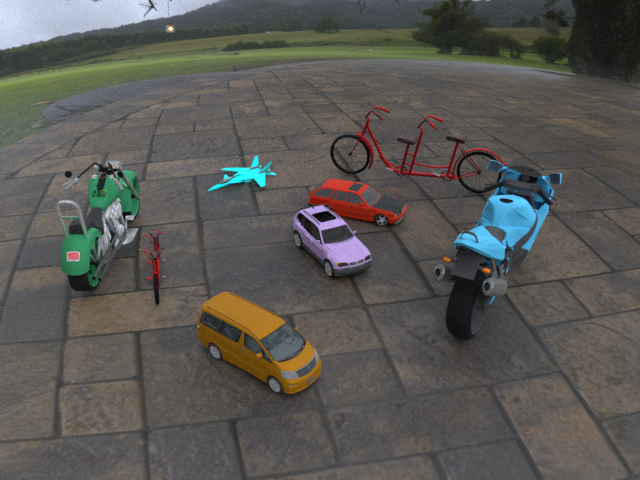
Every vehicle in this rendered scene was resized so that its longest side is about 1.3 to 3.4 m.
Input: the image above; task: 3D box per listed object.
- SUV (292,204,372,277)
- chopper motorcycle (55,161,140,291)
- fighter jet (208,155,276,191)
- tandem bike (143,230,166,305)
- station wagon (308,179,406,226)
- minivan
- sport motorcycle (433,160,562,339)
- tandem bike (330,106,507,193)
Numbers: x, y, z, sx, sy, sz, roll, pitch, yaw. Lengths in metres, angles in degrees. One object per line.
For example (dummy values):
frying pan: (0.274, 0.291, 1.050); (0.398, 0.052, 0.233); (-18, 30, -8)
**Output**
SUV: (0.146, -0.023, 10.183); (0.656, 0.580, 1.572); (-14, 31, -24)
chopper motorcycle: (-3.100, -0.478, 10.079); (0.906, 1.480, 3.040); (0, 28, 0)
fighter jet: (-1.482, -1.164, 12.605); (1.147, 0.286, 1.358); (25, 37, 38)
tandem bike: (-2.250, 0.238, 9.594); (0.283, 0.682, 1.642); (-5, 29, -10)
station wagon: (0.615, -0.649, 11.456); (1.597, 0.473, 0.682); (12, 31, 21)
minivan: (-0.702, 1.148, 7.978); (1.548, 0.616, 0.681); (21, 35, 34)
sport motorcycle: (2.297, 0.051, 8.978); (0.983, 1.596, 2.955); (16, 32, 27)
tandem bike: (1.682, -1.600, 12.319); (3.192, 1.326, 0.550); (10, 30, 18)
